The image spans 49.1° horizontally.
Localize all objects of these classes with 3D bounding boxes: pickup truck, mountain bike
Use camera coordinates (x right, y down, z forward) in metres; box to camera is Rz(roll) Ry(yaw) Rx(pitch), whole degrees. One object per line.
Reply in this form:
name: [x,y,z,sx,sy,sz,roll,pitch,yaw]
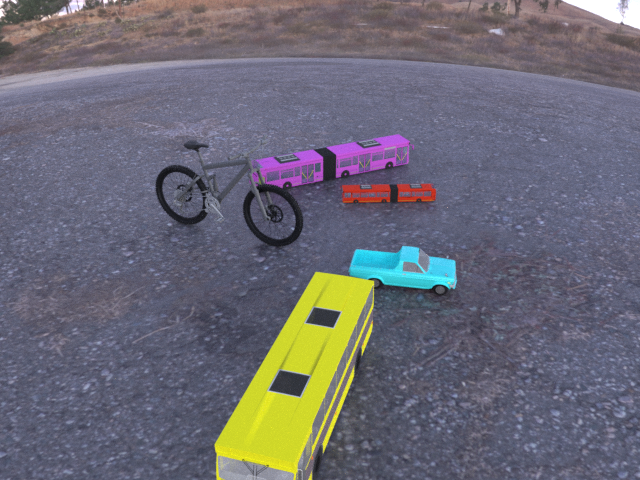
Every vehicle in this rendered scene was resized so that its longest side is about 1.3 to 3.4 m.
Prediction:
pickup truck: [1.246,0.399,10.470,1.603,0.511,0.640,5,29,10]
mountain bike: [-1.563,-0.840,11.500,2.857,1.688,1.114,13,32,23]

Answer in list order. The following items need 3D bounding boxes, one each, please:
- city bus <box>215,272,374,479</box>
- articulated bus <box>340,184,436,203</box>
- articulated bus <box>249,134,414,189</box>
city bus: [-0.142,1.588,7.915,0.926,0.894,3.255,8,30,15]
articulated bus: [1.262,-0.868,13.000,1.749,0.289,0.311,-1,29,-2]
articulated bus: [0.260,-1.545,13.947,3.401,0.561,0.605,-13,32,-23]
